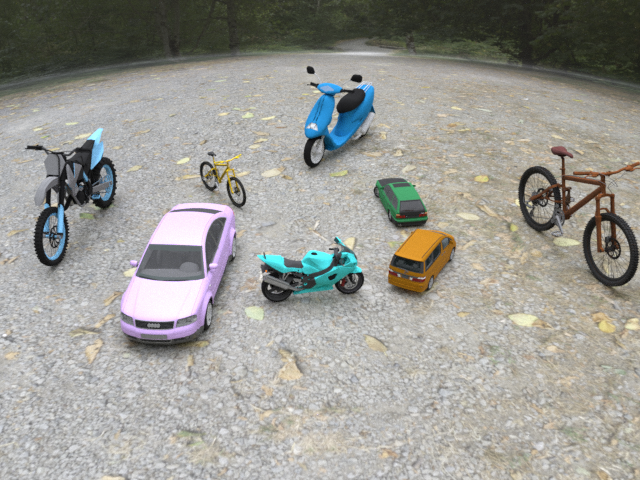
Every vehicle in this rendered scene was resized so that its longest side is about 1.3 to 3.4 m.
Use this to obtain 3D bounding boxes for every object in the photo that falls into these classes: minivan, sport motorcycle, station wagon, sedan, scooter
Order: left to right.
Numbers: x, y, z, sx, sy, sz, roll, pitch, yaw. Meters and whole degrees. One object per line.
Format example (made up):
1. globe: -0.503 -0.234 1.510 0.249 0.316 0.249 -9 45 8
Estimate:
1. sedan: -1.974 0.288 10.054 1.235 0.940 3.137 2 30 4
2. sport motorcycle: -0.112 0.459 9.872 1.520 0.821 0.506 -5 30 -9
3. scooter: 0.434 -2.700 14.479 1.288 1.786 2.721 17 34 28
4. station wagon: 1.423 -0.779 12.416 0.682 0.473 1.597 -5 30 -8
5. minivan: 1.572 0.198 10.543 0.681 0.616 1.548 15 33 25

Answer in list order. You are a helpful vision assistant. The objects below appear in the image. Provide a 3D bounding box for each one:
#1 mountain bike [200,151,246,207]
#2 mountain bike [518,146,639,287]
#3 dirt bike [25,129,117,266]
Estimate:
1. mountain bike: -1.786 -1.158 12.685 0.573 0.868 1.469 -22 36 -34
2. mountain bike: 3.917 -0.535 10.750 1.114 1.688 2.857 -9 31 -16
3. dirt bike: -3.945 -0.857 11.342 1.024 1.666 2.903 3 30 6
